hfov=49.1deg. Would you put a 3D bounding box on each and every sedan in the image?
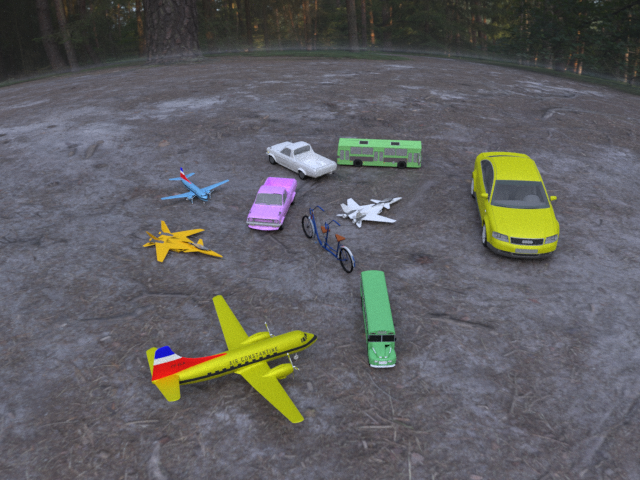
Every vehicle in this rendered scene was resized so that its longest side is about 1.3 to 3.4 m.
[{"bbox_3d":[3.303,-0.763,11.958,1.235,0.940,3.137,3,30,5],"label":"sedan"}]

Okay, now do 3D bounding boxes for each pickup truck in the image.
[{"bbox_3d":[-0.824,-0.702,12.281,0.640,0.511,1.603,5,30,8],"label":"pickup truck"},{"bbox_3d":[-0.387,-1.637,13.901,0.640,0.511,1.603,-23,37,-34],"label":"pickup truck"}]

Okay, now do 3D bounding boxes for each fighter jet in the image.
[{"bbox_3d":[-2.132,0.039,11.222,1.358,0.286,1.147,14,33,23],"label":"fighter jet"},{"bbox_3d":[0.984,-0.626,12.374,1.358,0.286,1.147,-23,37,-35],"label":"fighter jet"}]

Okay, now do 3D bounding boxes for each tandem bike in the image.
[{"bbox_3d":[0.107,-0.064,11.005,0.283,0.682,1.642,-16,34,-25],"label":"tandem bike"}]

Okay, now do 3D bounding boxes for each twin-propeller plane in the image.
[{"bbox_3d":[-0.985,1.353,8.441,2.129,0.792,2.663,-14,33,-23],"label":"twin-propeller plane"},{"bbox_3d":[-2.333,-0.995,12.893,1.370,0.407,1.095,-20,35,-30],"label":"twin-propeller plane"}]

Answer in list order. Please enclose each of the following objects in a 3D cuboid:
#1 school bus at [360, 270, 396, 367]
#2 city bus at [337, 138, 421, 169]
[{"bbox_3d":[0.766,1.035,9.349,0.365,0.434,1.708,-1,30,-1],"label":"school bus"},{"bbox_3d":[1.198,-1.741,14.131,1.674,0.460,0.476,3,30,5],"label":"city bus"}]
